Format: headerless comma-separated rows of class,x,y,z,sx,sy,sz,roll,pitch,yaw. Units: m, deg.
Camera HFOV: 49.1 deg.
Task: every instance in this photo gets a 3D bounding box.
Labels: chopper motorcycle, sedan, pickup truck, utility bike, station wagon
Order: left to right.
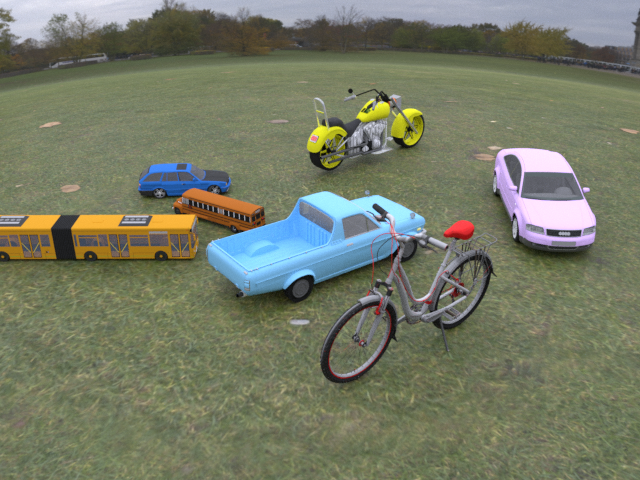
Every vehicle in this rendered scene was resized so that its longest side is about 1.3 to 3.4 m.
station wagon,-2.380,-1.078,12.339,1.597,0.473,0.682,-3,27,-5
pickup truck,0.020,-0.048,9.734,3.117,0.993,1.244,-18,32,-32
chopper motorcycle,0.976,-2.271,13.580,3.040,1.480,0.906,-22,34,-36
utility bike,1.161,0.514,7.690,2.791,1.839,1.039,-20,33,-34
sedan,3.581,-0.815,11.306,1.235,0.940,3.137,2,27,3

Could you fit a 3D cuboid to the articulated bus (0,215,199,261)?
articulated bus,-3.467,-0.042,10.199,3.401,0.561,0.605,0,27,0

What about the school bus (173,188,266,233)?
school bus,-1.658,-0.485,11.214,1.708,0.434,0.365,16,31,29
